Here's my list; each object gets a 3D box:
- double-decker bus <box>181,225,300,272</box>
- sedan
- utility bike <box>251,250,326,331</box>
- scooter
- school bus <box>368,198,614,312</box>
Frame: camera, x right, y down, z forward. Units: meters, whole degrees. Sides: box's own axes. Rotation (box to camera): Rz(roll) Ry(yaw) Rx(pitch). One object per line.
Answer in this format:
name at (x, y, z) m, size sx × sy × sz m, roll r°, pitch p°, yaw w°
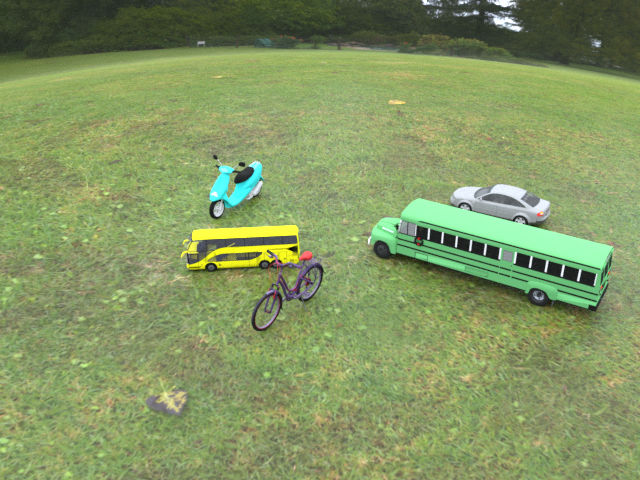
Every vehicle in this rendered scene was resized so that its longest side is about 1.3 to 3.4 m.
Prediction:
double-decker bus at (-1.125, 0.116, 9.994) m, size 1.672 × 0.541 × 0.389 m, roll -3°, pitch 29°, yaw -5°
sedan at (2.933, -0.636, 11.438) m, size 1.613 × 0.483 × 0.635 m, roll 16°, pitch 32°, yaw 27°
utility bike at (-0.333, 0.546, 8.779) m, size 0.535 × 0.946 × 1.435 m, roll 20°, pitch 35°, yaw 33°
scooter at (-1.384, -0.974, 11.603) m, size 0.662 × 0.919 × 1.399 m, roll 17°, pitch 33°, yaw 29°
school bus at (2.229, 0.121, 9.668) m, size 3.322 × 0.844 × 0.709 m, roll 17°, pitch 33°, yaw 28°
